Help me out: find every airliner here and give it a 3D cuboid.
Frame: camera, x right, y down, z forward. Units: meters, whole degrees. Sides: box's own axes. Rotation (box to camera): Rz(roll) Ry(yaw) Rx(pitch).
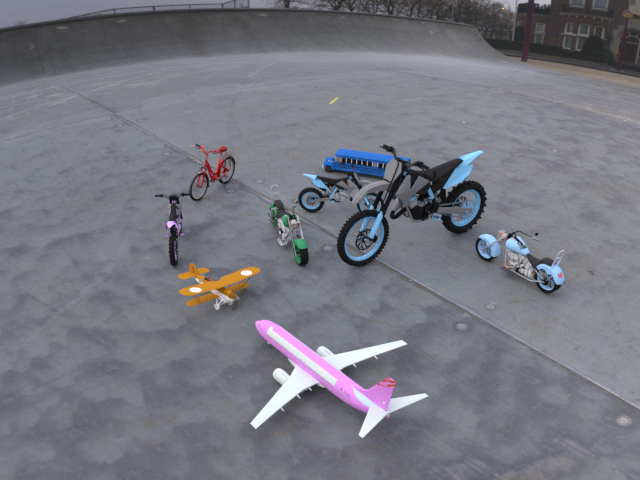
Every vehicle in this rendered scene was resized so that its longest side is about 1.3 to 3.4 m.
[{"bbox_3d":[-0.015,1.333,8.073,2.257,0.835,2.541,-22,36,-34],"label":"airliner"}]

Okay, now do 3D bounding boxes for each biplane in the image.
[{"bbox_3d":[-1.457,0.623,9.685,1.090,0.504,1.336,25,37,37],"label":"biplane"}]

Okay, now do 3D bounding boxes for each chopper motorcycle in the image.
[{"bbox_3d":[2.897,0.192,10.194,0.466,0.761,1.563,-19,34,-30],"label":"chopper motorcycle"},{"bbox_3d":[-0.496,-0.247,10.981,0.466,0.761,1.563,-10,31,-18],"label":"chopper motorcycle"}]

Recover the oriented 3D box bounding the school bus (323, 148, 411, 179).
[{"bbox_3d":[0.881,-1.457,13.488,1.708,0.434,0.365,11,31,18],"label":"school bus"}]

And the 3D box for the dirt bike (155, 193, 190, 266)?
[{"bbox_3d":[-2.272,-0.261,10.909,0.527,0.857,1.493,-3,29,-5],"label":"dirt bike"}]

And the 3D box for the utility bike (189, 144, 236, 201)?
[{"bbox_3d":[-1.893,-1.305,12.690,0.535,0.946,1.435,15,32,25],"label":"utility bike"}]

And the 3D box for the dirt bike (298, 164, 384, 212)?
[{"bbox_3d":[0.356,-0.818,11.907,1.493,0.857,0.527,5,30,10],"label":"dirt bike"}]

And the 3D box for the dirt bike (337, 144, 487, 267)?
[{"bbox_3d":[1.494,-0.599,10.684,2.903,1.666,1.024,-17,33,-28],"label":"dirt bike"}]
